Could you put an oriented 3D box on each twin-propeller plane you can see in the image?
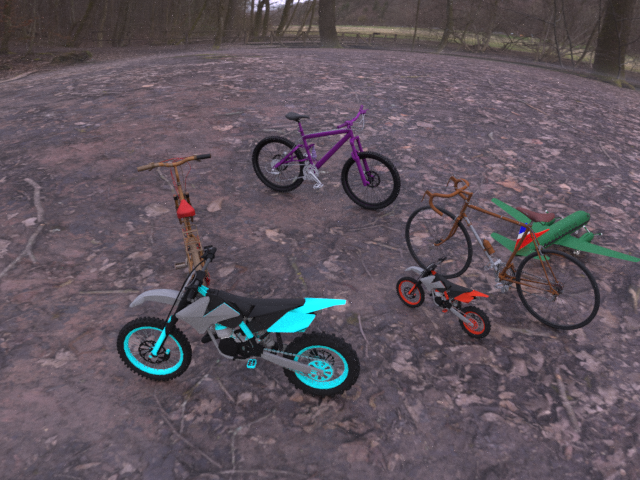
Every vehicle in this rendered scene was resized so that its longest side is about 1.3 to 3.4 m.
[{"bbox_3d":[3.685,-0.187,11.010,2.129,0.792,2.663,-23,37,-34],"label":"twin-propeller plane"}]

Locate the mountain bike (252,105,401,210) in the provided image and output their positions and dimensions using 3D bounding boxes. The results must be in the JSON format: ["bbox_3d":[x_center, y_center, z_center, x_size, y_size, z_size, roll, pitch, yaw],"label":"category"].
[{"bbox_3d":[0.061,-1.459,12.307,2.857,1.688,1.114,12,32,20],"label":"mountain bike"}]

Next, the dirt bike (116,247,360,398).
[{"bbox_3d":[-0.980,1.058,7.998,2.903,1.666,1.024,4,30,7],"label":"dirt bike"}]

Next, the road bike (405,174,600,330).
[{"bbox_3d":[2.412,0.136,9.595,3.004,1.656,0.696,24,38,35],"label":"road bike"}]

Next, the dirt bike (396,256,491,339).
[{"bbox_3d":[1.635,0.738,9.353,1.493,0.857,0.527,24,38,35],"label":"dirt bike"}]

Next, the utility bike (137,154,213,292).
[{"bbox_3d":[-1.957,-0.199,9.989,1.039,1.839,2.791,-8,31,-13],"label":"utility bike"}]
